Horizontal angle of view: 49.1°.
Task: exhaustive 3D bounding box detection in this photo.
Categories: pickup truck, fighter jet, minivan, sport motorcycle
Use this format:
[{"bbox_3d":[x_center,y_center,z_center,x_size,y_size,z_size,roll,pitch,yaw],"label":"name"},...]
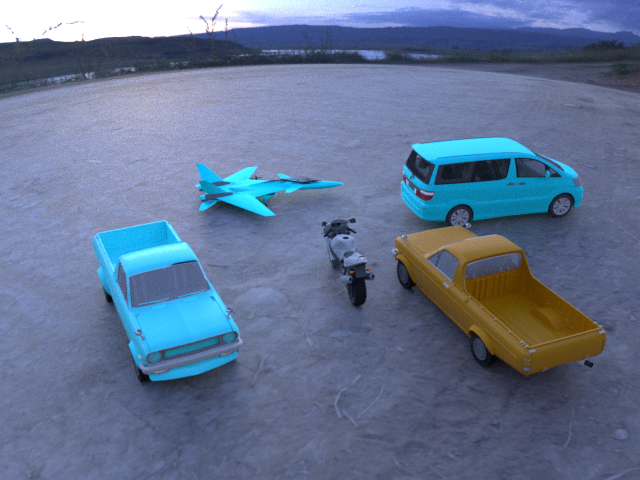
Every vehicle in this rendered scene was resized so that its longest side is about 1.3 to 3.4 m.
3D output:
[{"bbox_3d":[2.077,0.565,8.722,1.244,0.993,3.117,-11,29,-20],"label":"pickup truck"},{"bbox_3d":[-2.014,0.549,8.753,1.244,0.993,3.117,-12,30,-23],"label":"pickup truck"},{"bbox_3d":[-0.848,-1.033,12.321,2.640,0.557,2.229,-6,28,-11],"label":"fighter jet"},{"bbox_3d":[2.901,-1.036,11.624,3.011,1.197,1.324,-7,28,-13],"label":"minivan"},{"bbox_3d":[0.353,0.255,9.515,0.506,0.821,1.520,-7,28,-13],"label":"sport motorcycle"}]
